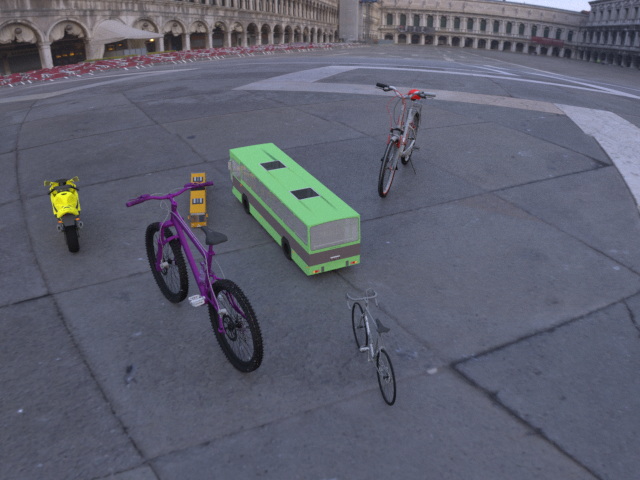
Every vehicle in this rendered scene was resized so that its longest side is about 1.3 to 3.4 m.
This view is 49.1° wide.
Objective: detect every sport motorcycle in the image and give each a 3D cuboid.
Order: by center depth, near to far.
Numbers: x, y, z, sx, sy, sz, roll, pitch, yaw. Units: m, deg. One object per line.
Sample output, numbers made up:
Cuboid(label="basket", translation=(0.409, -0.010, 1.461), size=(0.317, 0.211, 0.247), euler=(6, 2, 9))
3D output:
Cuboid(label="sport motorcycle", translation=(-3.870, -0.415, 10.728), size=(0.506, 0.821, 1.520), euler=(-11, 30, -19))

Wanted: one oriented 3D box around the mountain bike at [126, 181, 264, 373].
Cuboid(label="mountain bike", translation=(-1.472, 0.360, 8.322), size=(1.114, 1.688, 2.857), euler=(-19, 33, -31))

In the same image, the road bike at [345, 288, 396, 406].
Cuboid(label="road bike", translation=(0.583, 1.127, 7.762), size=(0.358, 0.852, 1.545), euler=(-7, 28, -12))

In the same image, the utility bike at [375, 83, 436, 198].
Cuboid(label="utility bike", translation=(1.568, -1.949, 12.552), size=(1.039, 1.839, 2.791), euler=(9, 29, 17))

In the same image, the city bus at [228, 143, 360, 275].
Cuboid(label="city bus", translation=(-0.490, -0.544, 10.894), size=(0.926, 0.894, 3.255), euler=(-13, 30, -22))

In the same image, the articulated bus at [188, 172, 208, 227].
Cuboid(label="articulated bus", translation=(-2.059, -0.707, 11.855), size=(0.311, 0.289, 1.749), euler=(-4, 28, -7))
